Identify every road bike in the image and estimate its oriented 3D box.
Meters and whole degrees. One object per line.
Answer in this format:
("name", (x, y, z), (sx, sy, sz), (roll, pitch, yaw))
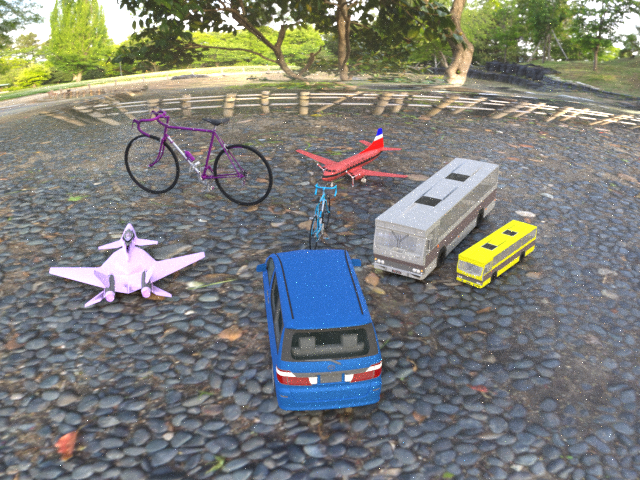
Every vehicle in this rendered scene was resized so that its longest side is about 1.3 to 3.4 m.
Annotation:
("road bike", (-2.257, -1.502, 12.664), (3.004, 1.656, 0.696), (8, 26, 17))
("road bike", (0.006, -0.385, 11.239), (0.358, 0.852, 1.545), (5, 26, 11))

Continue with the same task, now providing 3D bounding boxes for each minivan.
("minivan", (-0.068, 0.774, 8.378), (1.324, 1.197, 3.011), (-3, 25, -6))

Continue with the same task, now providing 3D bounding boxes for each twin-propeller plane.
("twin-propeller plane", (0.696, -1.649, 13.988), (2.663, 0.792, 2.129), (18, 31, 33))

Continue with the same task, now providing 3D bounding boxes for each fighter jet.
("fighter jet", (-2.885, 0.122, 10.509), (2.229, 0.557, 2.640), (-6, 26, -12))

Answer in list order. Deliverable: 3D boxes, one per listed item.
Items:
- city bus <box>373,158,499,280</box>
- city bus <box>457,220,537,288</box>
("city bus", (1.941, -0.402, 11.224), (0.926, 0.894, 3.255), (14, 29, 28))
("city bus", (2.655, 0.204, 10.449), (0.476, 0.460, 1.674), (21, 32, 37))
